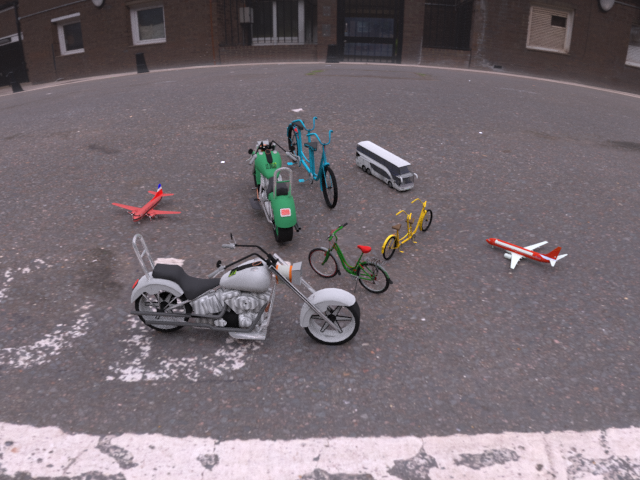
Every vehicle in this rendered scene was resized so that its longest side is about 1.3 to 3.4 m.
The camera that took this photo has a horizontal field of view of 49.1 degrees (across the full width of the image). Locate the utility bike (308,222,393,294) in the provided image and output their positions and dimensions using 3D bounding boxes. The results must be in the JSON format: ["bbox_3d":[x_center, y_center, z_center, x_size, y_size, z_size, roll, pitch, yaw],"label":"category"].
[{"bbox_3d":[0.412,0.304,10.319,1.435,0.946,0.535,16,32,27],"label":"utility bike"}]

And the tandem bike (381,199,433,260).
[{"bbox_3d":[1.463,-0.220,11.560,0.283,0.682,1.642,19,34,32],"label":"tandem bike"}]

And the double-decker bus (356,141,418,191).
[{"bbox_3d":[1.297,-1.479,14.020,0.389,0.541,1.672,-16,32,-26],"label":"double-decker bus"}]

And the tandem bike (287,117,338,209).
[{"bbox_3d":[-0.192,-1.742,13.682,0.550,1.326,3.192,-9,30,-16],"label":"tandem bike"}]

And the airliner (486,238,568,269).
[{"bbox_3d":[3.248,0.103,11.229,1.307,0.429,1.161,24,36,36],"label":"airliner"}]

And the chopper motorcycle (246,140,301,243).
[{"bbox_3d":[-0.870,-1.108,12.356,0.906,1.480,3.040,-6,29,-11],"label":"chopper motorcycle"}]

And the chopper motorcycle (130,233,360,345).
[{"bbox_3d":[-0.988,0.652,9.121,3.040,1.480,0.906,2,29,4],"label":"chopper motorcycle"}]

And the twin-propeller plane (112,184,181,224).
[{"bbox_3d":[-3.094,-0.645,12.626,1.370,0.407,1.095,8,30,14],"label":"twin-propeller plane"}]
